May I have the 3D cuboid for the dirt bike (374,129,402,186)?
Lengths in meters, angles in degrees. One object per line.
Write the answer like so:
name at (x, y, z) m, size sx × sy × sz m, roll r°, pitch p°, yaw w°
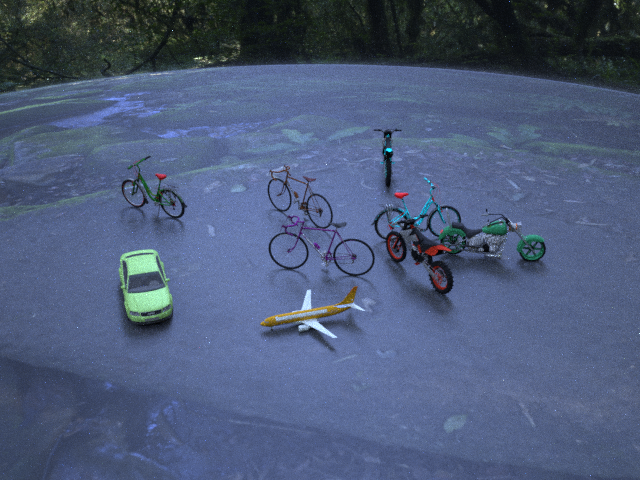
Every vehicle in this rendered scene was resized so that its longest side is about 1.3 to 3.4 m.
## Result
dirt bike at (1.274, -1.642, 13.285) m, size 0.527 × 0.857 × 1.493 m, roll 1°, pitch 27°, yaw 2°

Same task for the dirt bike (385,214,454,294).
dirt bike at (1.374, 0.134, 9.812) m, size 0.527 × 0.857 × 1.493 m, roll -15°, pitch 31°, yaw -27°

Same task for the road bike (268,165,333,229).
road bike at (-0.349, -0.726, 11.499) m, size 1.545 × 0.852 × 0.358 m, roll 24°, pitch 36°, yaw 39°

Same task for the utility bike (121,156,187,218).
utility bike at (-2.825, -0.852, 11.642) m, size 1.435 × 0.946 × 0.535 m, roll 15°, pitch 31°, yaw 26°

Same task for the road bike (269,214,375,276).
road bike at (0.013, 0.088, 9.906) m, size 1.545 × 0.852 × 0.358 m, roll 5°, pitch 28°, yaw 11°

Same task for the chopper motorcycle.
chopper motorcycle at (2.548, -0.079, 10.332) m, size 1.563 × 0.761 × 0.466 m, roll 3°, pitch 27°, yaw 7°

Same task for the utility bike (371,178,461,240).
utility bike at (1.498, -0.469, 10.893) m, size 1.435 × 0.946 × 0.535 m, roll -3°, pitch 27°, yaw -5°

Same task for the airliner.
airliner at (-0.122, 0.861, 8.859) m, size 1.307 × 0.429 × 1.161 m, roll -8°, pitch 28°, yaw -15°

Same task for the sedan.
sedan at (-2.353, 0.560, 9.388) m, size 0.635 × 0.483 × 1.613 m, roll -9°, pitch 28°, yaw -16°
